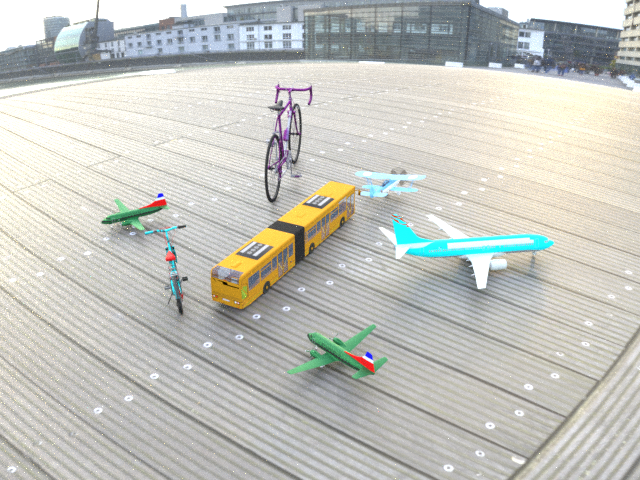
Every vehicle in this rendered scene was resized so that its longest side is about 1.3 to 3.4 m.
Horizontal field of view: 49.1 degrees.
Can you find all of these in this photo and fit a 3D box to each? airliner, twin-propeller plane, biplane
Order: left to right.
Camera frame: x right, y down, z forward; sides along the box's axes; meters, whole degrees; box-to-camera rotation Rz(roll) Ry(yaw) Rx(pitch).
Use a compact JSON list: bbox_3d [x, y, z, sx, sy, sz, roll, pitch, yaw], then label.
[{"bbox_3d":[-2.982,-0.469,11.245,1.095,0.407,1.370,-16,31,-28],"label":"twin-propeller plane"},{"bbox_3d":[0.223,1.240,7.926,1.370,0.407,1.095,-23,35,-37],"label":"twin-propeller plane"},{"bbox_3d":[1.110,-0.926,12.026,1.336,0.504,1.090,17,32,29],"label":"biplane"},{"bbox_3d":[2.189,-0.070,10.002,2.541,0.835,2.257,-4,28,-9],"label":"airliner"}]

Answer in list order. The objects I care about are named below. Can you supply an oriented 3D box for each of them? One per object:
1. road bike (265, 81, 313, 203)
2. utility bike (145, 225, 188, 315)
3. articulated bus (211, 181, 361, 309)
[{"bbox_3d":[-0.631,-1.846,12.555,0.696,1.656,3.004,4,28,8],"label":"road bike"},{"bbox_3d":[-1.954,0.330,9.104,0.535,0.946,1.435,-7,28,-13],"label":"utility bike"},{"bbox_3d":[-0.399,-0.035,10.233,0.605,0.561,3.401,14,30,25],"label":"articulated bus"}]
